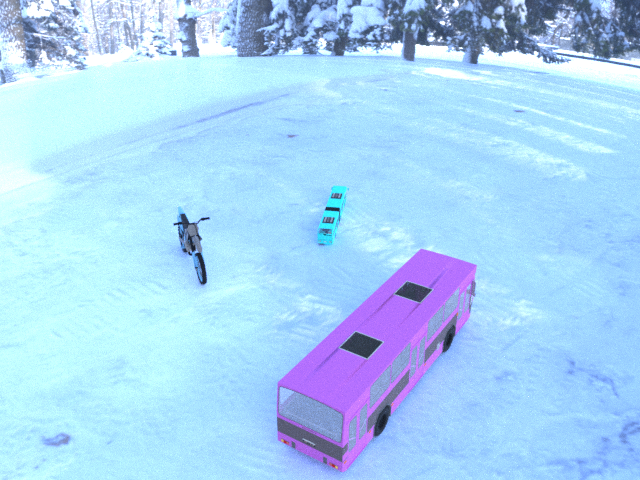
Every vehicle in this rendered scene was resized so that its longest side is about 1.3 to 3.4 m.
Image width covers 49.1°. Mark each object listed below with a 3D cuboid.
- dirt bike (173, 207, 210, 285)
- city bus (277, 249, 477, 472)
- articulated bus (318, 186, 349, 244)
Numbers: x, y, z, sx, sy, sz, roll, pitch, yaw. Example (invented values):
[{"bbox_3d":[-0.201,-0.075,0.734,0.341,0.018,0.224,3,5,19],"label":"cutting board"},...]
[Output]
[{"bbox_3d":[-1.897,0.015,10.321,0.527,0.857,1.493,-11,31,-20],"label":"dirt bike"},{"bbox_3d":[0.779,1.243,8.044,0.926,0.894,3.255,17,33,29],"label":"city bus"},{"bbox_3d":[0.221,-0.445,11.749,0.311,0.289,1.749,4,29,8],"label":"articulated bus"}]
